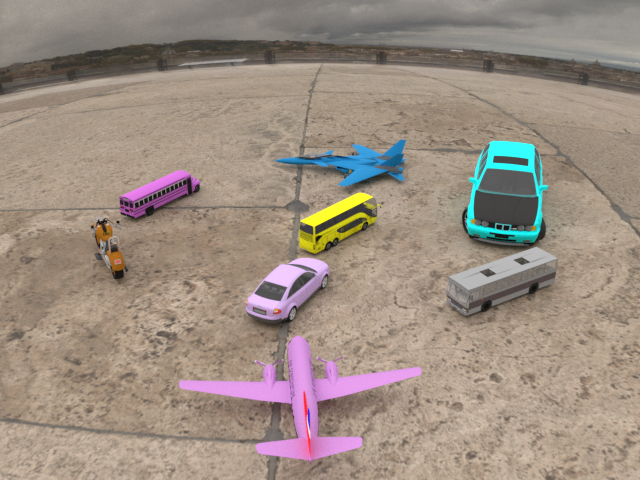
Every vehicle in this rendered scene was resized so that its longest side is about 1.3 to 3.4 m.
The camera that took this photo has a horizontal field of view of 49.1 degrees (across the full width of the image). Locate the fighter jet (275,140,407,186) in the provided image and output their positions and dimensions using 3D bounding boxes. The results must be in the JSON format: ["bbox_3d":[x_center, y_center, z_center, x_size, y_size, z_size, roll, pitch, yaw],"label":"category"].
[{"bbox_3d":[0.383,-1.644,13.802,2.640,0.557,2.229,4,28,8],"label":"fighter jet"}]

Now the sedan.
[{"bbox_3d":[-0.408,0.601,9.599,0.635,0.483,1.613,14,31,25],"label":"sedan"}]

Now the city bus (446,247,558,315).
[{"bbox_3d":[2.524,0.572,9.678,1.674,0.460,0.476,-16,31,-27],"label":"city bus"}]

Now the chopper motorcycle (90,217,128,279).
[{"bbox_3d":[-3.185,0.000,10.445,0.466,0.761,1.563,-13,30,-24],"label":"chopper motorcycle"}]

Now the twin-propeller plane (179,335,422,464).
[{"bbox_3d":[-0.181,1.540,7.474,2.663,0.792,2.129,-2,28,-5],"label":"twin-propeller plane"}]

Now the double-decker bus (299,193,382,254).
[{"bbox_3d":[0.332,-0.301,11.257,0.389,0.541,1.672,22,35,36],"label":"double-decker bus"}]

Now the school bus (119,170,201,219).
[{"bbox_3d":[-2.788,-0.844,12.407,0.365,0.434,1.708,17,32,29],"label":"school bus"}]

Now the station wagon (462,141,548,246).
[{"bbox_3d":[3.218,-0.921,12.031,1.327,0.920,3.105,7,29,14],"label":"station wagon"}]
